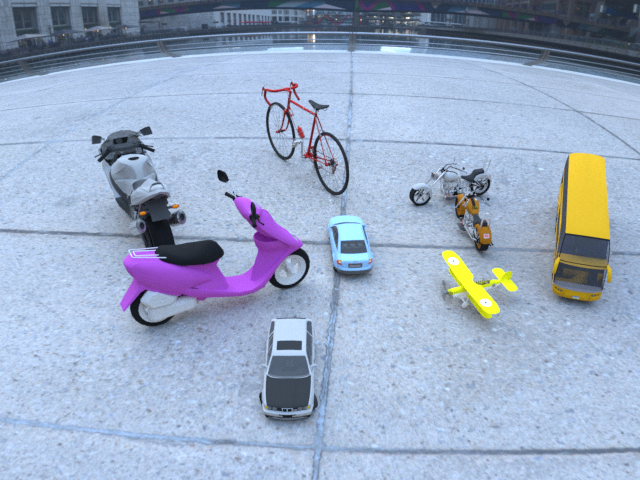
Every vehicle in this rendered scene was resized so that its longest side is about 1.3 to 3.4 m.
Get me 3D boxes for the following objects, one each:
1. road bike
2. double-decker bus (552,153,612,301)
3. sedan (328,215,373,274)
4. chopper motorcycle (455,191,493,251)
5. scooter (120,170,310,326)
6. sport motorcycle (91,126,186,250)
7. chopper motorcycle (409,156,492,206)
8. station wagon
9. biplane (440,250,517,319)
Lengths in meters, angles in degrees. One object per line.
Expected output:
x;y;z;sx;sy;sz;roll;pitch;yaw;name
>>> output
-0.298;-1.977;13.112;0.696;1.656;3.004;-18;35;-27;road bike
4.030;-0.263;10.799;0.756;1.052;3.251;9;32;15;double-decker bus
0.462;-0.013;10.936;0.635;0.483;1.613;-2;31;-4;sedan
2.482;-0.434;11.376;0.466;0.761;1.563;-3;31;-5;chopper motorcycle
-1.363;0.154;9.369;2.721;1.786;1.288;-15;34;-23;scooter
-2.846;-0.722;11.041;0.983;1.596;2.955;-14;33;-23;sport motorcycle
2.338;-1.051;12.422;1.563;0.761;0.466;-9;32;-15;chopper motorcycle
-0.366;1.471;8.427;0.682;0.473;1.597;0;31;0;station wagon
2.217;0.658;9.776;1.090;0.504;1.336;-11;32;-18;biplane
